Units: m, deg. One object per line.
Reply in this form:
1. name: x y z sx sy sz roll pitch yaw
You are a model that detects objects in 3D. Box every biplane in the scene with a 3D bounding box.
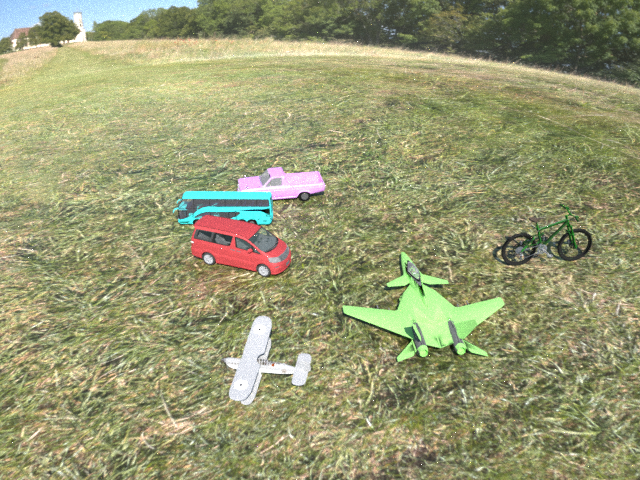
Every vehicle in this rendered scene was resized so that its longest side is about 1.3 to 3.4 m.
1. biplane: -0.648 1.502 8.281 1.090 0.504 1.336 5 29 9

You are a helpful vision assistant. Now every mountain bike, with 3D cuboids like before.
1. mountain bike: 3.484 -0.024 10.666 1.469 0.868 0.573 -5 29 -8

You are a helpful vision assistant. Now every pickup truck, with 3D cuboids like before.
1. pickup truck: -0.720 -1.035 12.862 1.603 0.511 0.640 -5 29 -9

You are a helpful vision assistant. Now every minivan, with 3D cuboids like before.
1. minivan: -1.206 0.069 10.758 1.548 0.616 0.681 11 31 19

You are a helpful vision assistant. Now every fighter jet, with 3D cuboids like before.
1. fighter jet: 1.406 0.675 9.723 2.229 0.557 2.640 -3 29 -5

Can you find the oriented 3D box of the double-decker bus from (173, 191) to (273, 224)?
1. double-decker bus: -1.639 -0.539 11.934 1.672 0.541 0.389 0 29 1
